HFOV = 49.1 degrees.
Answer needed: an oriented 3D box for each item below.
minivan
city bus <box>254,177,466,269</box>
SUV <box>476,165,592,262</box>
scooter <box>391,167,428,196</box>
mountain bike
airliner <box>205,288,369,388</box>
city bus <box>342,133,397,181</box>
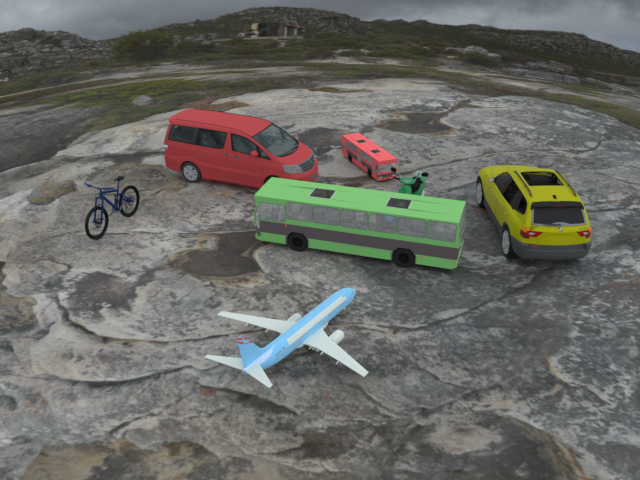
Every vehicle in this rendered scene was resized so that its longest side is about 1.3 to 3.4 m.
[{"bbox_3d":[-1.513,-1.728,13.524,3.011,1.197,1.324,11,30,20],"label":"minivan"},{"bbox_3d":[0.611,-0.258,11.075,3.255,0.894,0.926,8,29,15],"label":"city bus"},{"bbox_3d":[3.485,-0.666,11.595,1.276,1.128,3.058,-1,28,-1],"label":"SUV"},{"bbox_3d":[1.569,-0.848,12.161,0.662,0.919,1.399,11,30,20],"label":"scooter"},{"bbox_3d":[-3.496,-0.616,11.779,0.573,0.868,1.469,10,30,18],"label":"mountain bike"},{"bbox_3d":[-0.231,0.986,8.793,2.257,0.835,2.541,18,33,30],"label":"airliner"},{"bbox_3d":[0.979,-1.687,14.234,0.476,0.460,1.674,-12,30,-21],"label":"city bus"}]
